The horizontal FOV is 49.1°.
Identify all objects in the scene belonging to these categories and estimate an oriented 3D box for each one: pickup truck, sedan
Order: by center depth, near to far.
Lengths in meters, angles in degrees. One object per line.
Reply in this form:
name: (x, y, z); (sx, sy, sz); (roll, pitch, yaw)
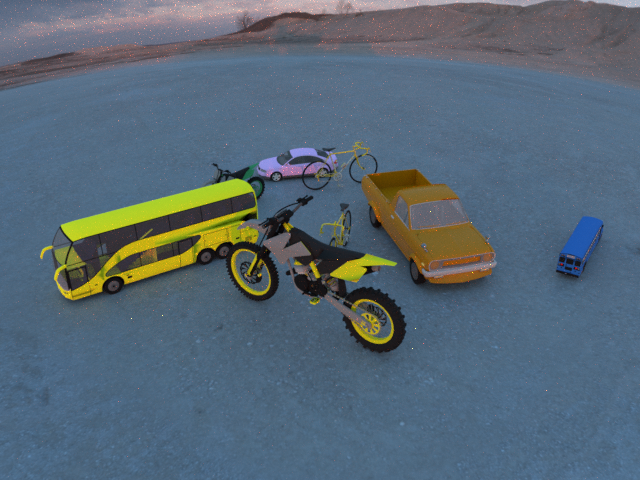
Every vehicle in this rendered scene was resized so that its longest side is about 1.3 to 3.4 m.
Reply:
pickup truck: (1.656, -0.396, 11.301); (1.244, 0.993, 3.117); (-8, 30, -13)
sedan: (-0.447, -1.531, 13.854); (1.613, 0.483, 0.635); (-6, 30, -11)

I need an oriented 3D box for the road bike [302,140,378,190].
road bike: (0.389, -1.405, 13.252); (1.545, 0.852, 0.358); (-10, 31, -17)

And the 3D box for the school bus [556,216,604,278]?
school bus: (4.146, 0.056, 11.064); (0.365, 0.434, 1.708); (17, 33, 27)

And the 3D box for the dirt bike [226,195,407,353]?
dirt bike: (-0.150, 0.408, 9.171); (2.903, 1.666, 1.024); (19, 34, 30)

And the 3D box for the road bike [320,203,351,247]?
road bike: (0.300, -0.076, 10.873); (0.358, 0.852, 1.545); (8, 30, 14)

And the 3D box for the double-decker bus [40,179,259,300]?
double-decker bus: (-2.467, -0.033, 10.590); (3.251, 1.052, 0.756); (-18, 34, -29)

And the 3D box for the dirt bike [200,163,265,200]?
dirt bike: (-1.584, -0.942, 12.416); (1.493, 0.857, 0.527); (-23, 37, -35)
